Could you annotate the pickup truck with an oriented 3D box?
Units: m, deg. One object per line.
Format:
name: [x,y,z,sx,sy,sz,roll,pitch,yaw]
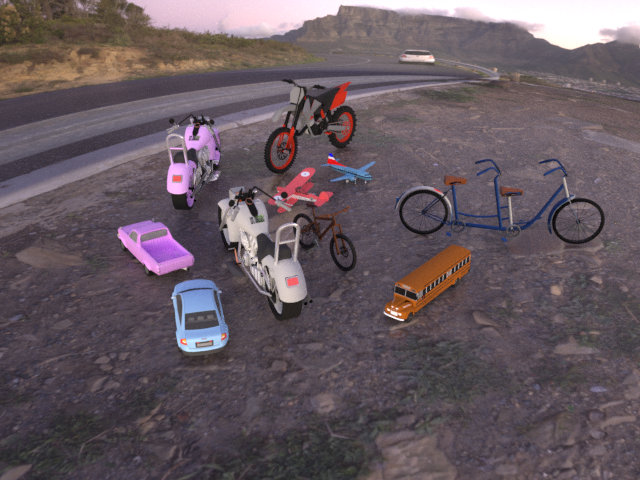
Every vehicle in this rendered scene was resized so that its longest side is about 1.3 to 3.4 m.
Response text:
pickup truck: [-2.450,0.063,10.332,0.640,0.511,1.603,-17,31,-31]

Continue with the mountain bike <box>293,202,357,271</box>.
mountain bike: [0.046,-0.114,10.288,0.573,0.868,1.469,-19,32,-34]

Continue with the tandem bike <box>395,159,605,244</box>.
tandem bike: [2.759,-0.607,10.771,3.192,1.326,0.550,4,26,8]

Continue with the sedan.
sedan: [-1.513,0.869,8.728,0.635,0.483,1.613,-6,27,-12]

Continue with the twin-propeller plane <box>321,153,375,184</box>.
twin-propeller plane: [0.559,-1.363,13.345,1.095,0.407,1.370,21,33,35]

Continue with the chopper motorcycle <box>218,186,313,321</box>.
chopper motorcycle: [-0.884,-0.085,9.535,0.906,1.480,3.040,-11,28,-21]

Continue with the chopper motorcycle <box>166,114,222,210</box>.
chopper motorcycle: [-2.222,-1.625,12.662,0.906,1.480,3.040,2,26,3]

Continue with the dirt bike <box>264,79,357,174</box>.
dirt bike: [-0.123,-2.394,14.013,1.024,1.666,2.903,19,32,33]

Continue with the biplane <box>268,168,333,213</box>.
biplane: [-0.334,-0.772,12.035,1.090,0.504,1.336,14,30,27]

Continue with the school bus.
school bus: [1.458,0.569,9.391,0.365,0.434,1.708,20,32,35]
